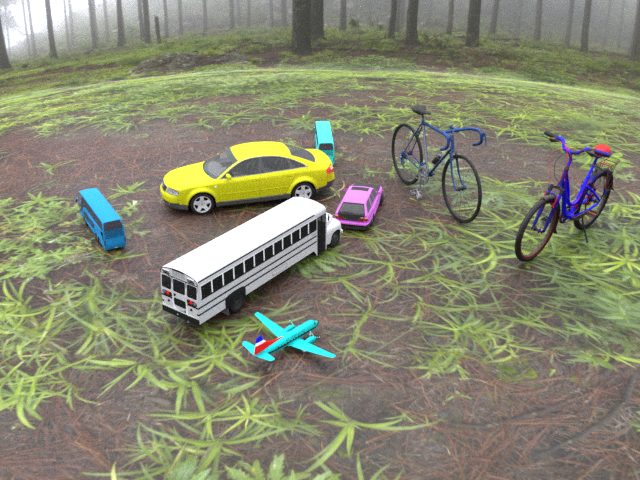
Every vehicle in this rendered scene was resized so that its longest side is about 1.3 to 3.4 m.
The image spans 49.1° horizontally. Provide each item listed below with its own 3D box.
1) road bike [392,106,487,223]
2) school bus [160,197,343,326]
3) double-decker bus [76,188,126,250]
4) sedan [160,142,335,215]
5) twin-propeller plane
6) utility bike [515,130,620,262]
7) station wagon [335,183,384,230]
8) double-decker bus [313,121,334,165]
[{"bbox_3d":[1.986,-1.452,12.278,0.696,1.656,3.004,-11,29,-20],"label":"road bike"},{"bbox_3d":[-0.813,0.155,9.986,0.709,0.844,3.322,18,32,31],"label":"school bus"},{"bbox_3d":[-3.571,-0.374,11.375,0.389,0.541,1.672,-15,30,-27],"label":"double-decker bus"},{"bbox_3d":[-1.296,-1.208,12.590,3.137,0.940,1.235,-8,28,-15],"label":"sedan"},{"bbox_3d":[-0.393,1.153,8.488,1.370,0.407,1.095,23,35,38],"label":"twin-propeller plane"},{"bbox_3d":[3.933,-0.732,10.644,2.791,1.839,1.039,-22,34,-37],"label":"utility bike"},{"bbox_3d":[0.693,-0.682,12.064,0.682,0.473,1.597,6,27,12],"label":"station wagon"},{"bbox_3d":[0.084,-2.058,14.725,0.389,0.541,1.672,-1,27,-2],"label":"double-decker bus"}]
